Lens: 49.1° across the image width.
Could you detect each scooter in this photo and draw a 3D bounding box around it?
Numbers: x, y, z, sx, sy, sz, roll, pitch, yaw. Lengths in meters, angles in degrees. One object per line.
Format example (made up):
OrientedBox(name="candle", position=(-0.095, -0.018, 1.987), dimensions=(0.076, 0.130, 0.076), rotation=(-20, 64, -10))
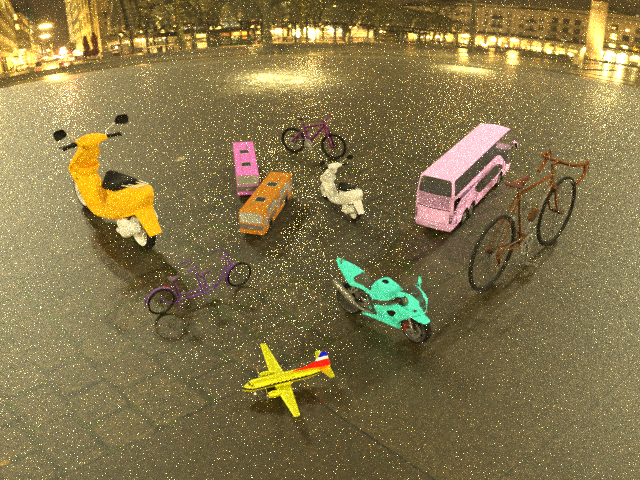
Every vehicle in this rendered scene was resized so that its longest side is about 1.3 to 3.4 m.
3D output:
OrientedBox(name="scooter", position=(0.362, -0.949, 12.203), dimensions=(0.662, 0.919, 1.399), rotation=(-15, 33, -25))
OrientedBox(name="scooter", position=(-3.431, -0.980, 11.371), dimensions=(1.288, 1.786, 2.721), rotation=(-24, 37, -36))

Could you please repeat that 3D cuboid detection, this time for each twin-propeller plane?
OrientedBox(name="twin-propeller plane", position=(-0.392, 1.572, 8.223), dimensions=(1.095, 0.407, 1.370), rotation=(-10, 31, -18))

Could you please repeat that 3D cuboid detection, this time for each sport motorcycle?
OrientedBox(name="sport motorcycle", position=(0.818, 0.790, 9.196), dimensions=(1.520, 0.821, 0.506), rotation=(22, 36, 34))

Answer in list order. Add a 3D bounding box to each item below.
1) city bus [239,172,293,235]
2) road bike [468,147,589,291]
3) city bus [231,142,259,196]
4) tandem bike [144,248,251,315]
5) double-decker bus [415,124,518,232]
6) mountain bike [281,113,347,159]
OrientedBox(name="city bus", position=(-0.912, -0.633, 12.108), dimensions=(0.476, 0.460, 1.674), rotation=(7, 30, 13))
OrientedBox(name="road bike", position=(3.095, -0.346, 10.371), dimensions=(0.697, 1.656, 3.004), rotation=(26, 38, 38))
OrientedBox(name="city bus", position=(-1.422, -1.366, 13.418), dimensions=(0.476, 0.460, 1.674), rotation=(-4, 30, -7))
OrientedBox(name="tandem bike", position=(-1.683, 0.552, 9.764), dimensions=(1.642, 0.682, 0.283), rotation=(-19, 34, -30))
OrientedBox(name="double-decker bus", position=(2.670, -1.209, 12.532), dimensions=(0.756, 1.052, 3.251), rotation=(17, 33, 27))
OrientedBox(name="mountain bike", position=(-0.138, -2.132, 14.370), dimensions=(1.469, 0.868, 0.573), rotation=(12, 31, 20))
